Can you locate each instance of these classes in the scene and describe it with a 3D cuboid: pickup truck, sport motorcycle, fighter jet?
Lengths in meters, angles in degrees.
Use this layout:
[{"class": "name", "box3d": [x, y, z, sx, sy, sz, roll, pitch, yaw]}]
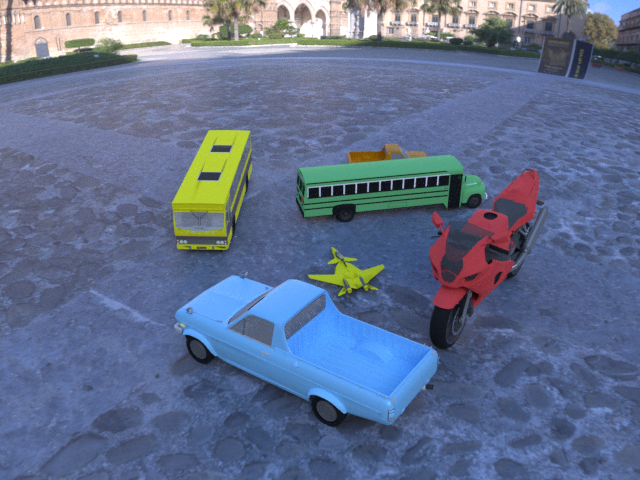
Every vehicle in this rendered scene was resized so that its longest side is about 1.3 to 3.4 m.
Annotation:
[{"class": "pickup truck", "box3d": [-0.235, 1.121, 8.093, 3.117, 0.993, 1.244, 18, 33, 30]}, {"class": "sport motorcycle", "box3d": [2.194, 0.186, 9.187, 0.983, 1.596, 2.955, 18, 33, 30]}, {"class": "fighter jet", "box3d": [0.363, 0.345, 10.270, 1.147, 0.286, 1.358, -7, 29, -13]}, {"class": "pickup truck", "box3d": [1.320, -1.557, 13.545, 1.603, 0.511, 0.640, -2, 28, -3]}]

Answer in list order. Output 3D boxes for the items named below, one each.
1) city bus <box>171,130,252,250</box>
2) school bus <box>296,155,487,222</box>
[{"class": "city bus", "box3d": [-1.753, -0.913, 11.953, 0.926, 0.894, 3.255, 1, 28, 2]}, {"class": "school bus", "box3d": [1.269, -0.914, 12.008, 3.322, 0.844, 0.709, -6, 29, -11]}]
